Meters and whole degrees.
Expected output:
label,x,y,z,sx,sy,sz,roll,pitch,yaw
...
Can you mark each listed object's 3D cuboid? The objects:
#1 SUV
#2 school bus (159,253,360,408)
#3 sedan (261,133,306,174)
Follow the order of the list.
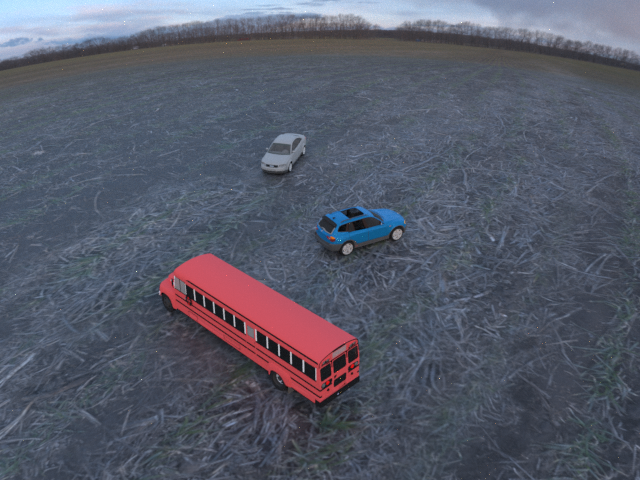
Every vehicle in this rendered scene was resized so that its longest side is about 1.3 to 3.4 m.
label,x,y,z,sx,sy,sz,roll,pitch,yaw
SUV,0.679,-0.242,11.463,1.572,0.580,0.656,-16,33,-26
school bus,-0.935,0.993,8.985,3.322,0.844,0.709,26,38,38
sedan,-0.742,-1.841,14.420,0.635,0.483,1.613,8,30,14
